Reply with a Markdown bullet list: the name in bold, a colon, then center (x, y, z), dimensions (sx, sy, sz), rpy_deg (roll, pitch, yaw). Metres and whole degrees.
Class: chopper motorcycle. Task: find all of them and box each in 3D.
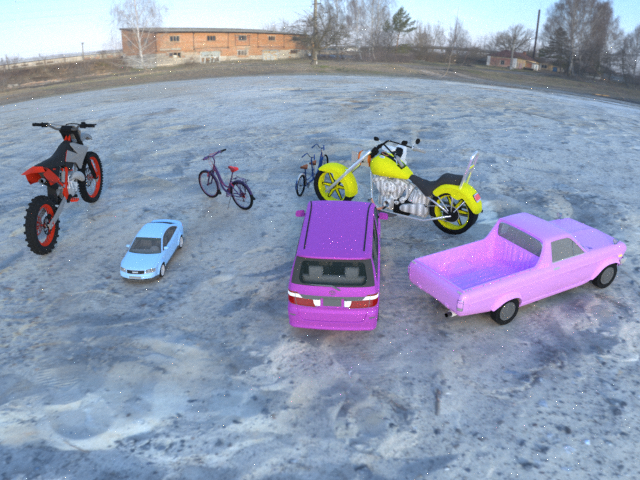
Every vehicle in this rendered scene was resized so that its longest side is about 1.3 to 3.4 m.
- **chopper motorcycle**: center (1.223, -1.000, 11.539), dimensions (3.040, 1.480, 0.906), rpy_deg (16, 30, 29)

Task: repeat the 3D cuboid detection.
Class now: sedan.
- **sedan**: center (-2.496, 0.090, 10.441), dimensions (0.635, 0.483, 1.613), rpy_deg (3, 26, 5)

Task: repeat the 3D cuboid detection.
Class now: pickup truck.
- **pickup truck**: center (2.740, 0.253, 9.525), dimensions (3.117, 0.993, 1.244), rpy_deg (-14, 29, -27)

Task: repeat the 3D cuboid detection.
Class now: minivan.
- **minivan**: center (0.264, 0.102, 9.604), dimensions (1.324, 1.197, 3.011), rpy_deg (2, 26, 4)

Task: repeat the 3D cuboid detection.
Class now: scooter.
- **scooter**: center (1.367, -1.522, 13.246), dimensions (0.662, 0.919, 1.399), rpy_deg (11, 28, 22)

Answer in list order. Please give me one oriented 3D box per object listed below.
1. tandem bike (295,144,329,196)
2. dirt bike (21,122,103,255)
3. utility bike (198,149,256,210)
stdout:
- **tandem bike**: center (-0.141, -1.357, 13.179), dimensions (0.283, 0.682, 1.642), rpy_deg (10, 28, 19)
- **dirt bike**: center (-4.144, -1.004, 11.332), dimensions (1.024, 1.666, 2.903), rpy_deg (2, 26, 4)
- **utility bike**: center (-1.695, -1.047, 12.243), dimensions (1.435, 0.946, 0.535), rpy_deg (20, 32, 35)
